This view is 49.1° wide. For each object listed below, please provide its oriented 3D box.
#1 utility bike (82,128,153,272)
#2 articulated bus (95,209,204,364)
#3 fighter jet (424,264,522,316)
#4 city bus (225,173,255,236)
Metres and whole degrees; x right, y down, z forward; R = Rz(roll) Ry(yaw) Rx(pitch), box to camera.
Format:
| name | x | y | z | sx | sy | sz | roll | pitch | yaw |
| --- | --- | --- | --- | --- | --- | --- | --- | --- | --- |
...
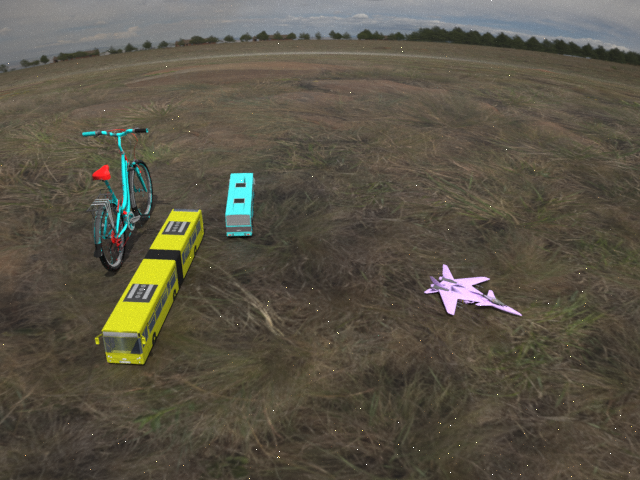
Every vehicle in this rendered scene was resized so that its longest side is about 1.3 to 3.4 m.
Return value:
| name | x | y | z | sx | sy | sz | roll | pitch | yaw |
| --- | --- | --- | --- | --- | --- | --- | --- | --- | --- |
| utility bike | -3.202 | -0.770 | 10.993 | 1.039 | 1.839 | 2.791 | 1 | 29 | 3 |
| articulated bus | -2.284 | 0.522 | 9.988 | 0.605 | 0.561 | 3.401 | 2 | 29 | 4 |
| fighter jet | 2.210 | 0.753 | 9.858 | 1.358 | 0.286 | 1.147 | 20 | 35 | 32 |
| city bus | -1.372 | -0.613 | 12.125 | 0.476 | 0.460 | 1.674 | -2 | 29 | -3 |
